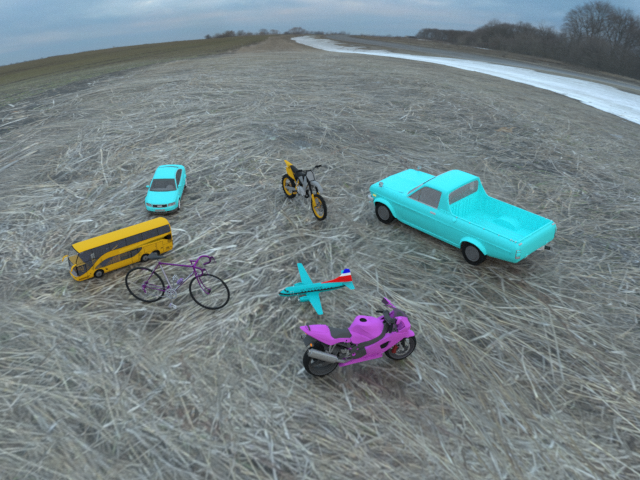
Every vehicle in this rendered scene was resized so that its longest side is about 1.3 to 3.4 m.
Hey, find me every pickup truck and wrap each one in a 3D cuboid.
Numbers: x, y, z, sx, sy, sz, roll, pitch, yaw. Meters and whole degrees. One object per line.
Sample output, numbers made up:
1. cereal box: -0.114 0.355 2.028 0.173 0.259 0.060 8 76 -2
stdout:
1. pickup truck: 2.252 -0.521 11.519 1.244 0.993 3.117 -25 38 -36

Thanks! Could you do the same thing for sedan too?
1. sedan: -2.829 -0.996 12.865 0.635 0.483 1.613 -1 30 -2

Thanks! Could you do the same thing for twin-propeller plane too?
1. twin-propeller plane: -0.060 0.645 10.069 1.095 0.407 1.370 -7 30 -12

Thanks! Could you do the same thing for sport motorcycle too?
1. sport motorcycle: 0.492 1.237 8.615 1.520 0.821 0.506 -8 31 -14

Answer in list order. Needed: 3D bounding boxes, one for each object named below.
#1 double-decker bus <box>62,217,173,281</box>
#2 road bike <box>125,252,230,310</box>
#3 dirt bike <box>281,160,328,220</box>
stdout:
1. double-decker bus: -3.092 0.142 10.814 1.672 0.541 0.389 -21 36 -32
2. road bike: -2.007 0.568 9.755 1.545 0.852 0.358 5 30 9
3. dirt bike: -0.286 -0.945 12.399 0.527 0.857 1.493 -17 34 -28
